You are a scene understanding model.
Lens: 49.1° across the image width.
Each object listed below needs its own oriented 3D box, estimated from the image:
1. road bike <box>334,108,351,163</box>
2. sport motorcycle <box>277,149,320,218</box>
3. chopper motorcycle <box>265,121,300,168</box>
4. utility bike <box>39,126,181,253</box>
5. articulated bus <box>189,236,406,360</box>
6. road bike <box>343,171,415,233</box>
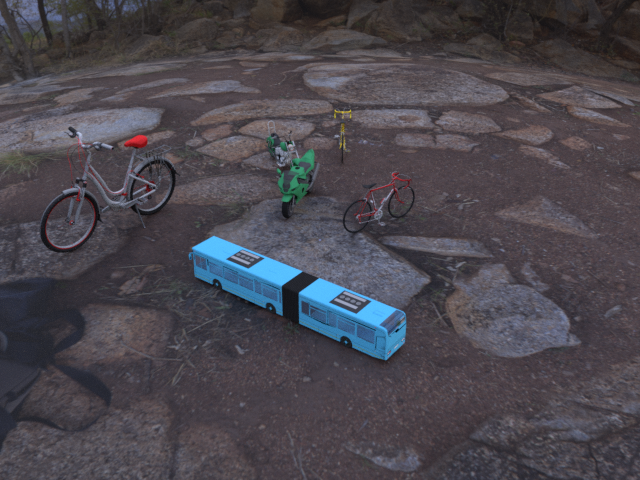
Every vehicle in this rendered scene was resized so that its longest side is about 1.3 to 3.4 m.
[{"bbox_3d":[0.468,-2.199,14.527,0.358,0.852,1.545,1,29,1],"label":"road bike"},{"bbox_3d":[-0.384,-1.010,12.431,0.506,0.821,1.520,9,30,15],"label":"sport motorcycle"},{"bbox_3d":[-0.694,-1.790,13.889,0.466,0.761,1.563,-14,32,-23],"label":"chopper motorcycle"},{"bbox_3d":[-3.270,-0.931,11.245,1.039,1.839,2.791,21,35,32],"label":"utility bike"},{"bbox_3d":[-0.406,0.722,9.596,3.401,0.561,0.605,20,35,31],"label":"articulated bus"},{"bbox_3d":[1.009,-0.633,11.725,1.545,0.852,0.358,-19,34,-30],"label":"road bike"}]
